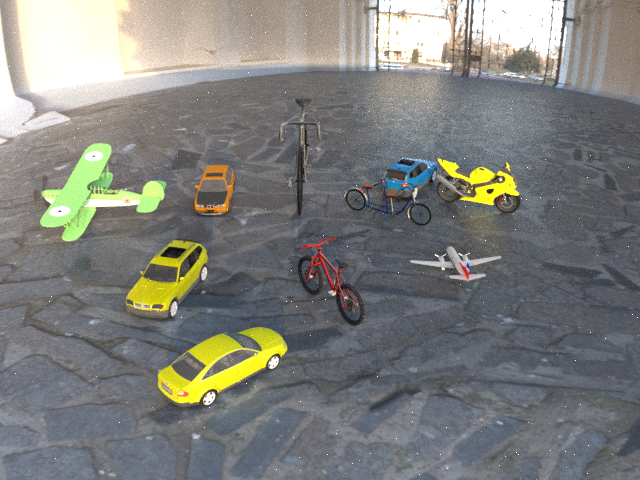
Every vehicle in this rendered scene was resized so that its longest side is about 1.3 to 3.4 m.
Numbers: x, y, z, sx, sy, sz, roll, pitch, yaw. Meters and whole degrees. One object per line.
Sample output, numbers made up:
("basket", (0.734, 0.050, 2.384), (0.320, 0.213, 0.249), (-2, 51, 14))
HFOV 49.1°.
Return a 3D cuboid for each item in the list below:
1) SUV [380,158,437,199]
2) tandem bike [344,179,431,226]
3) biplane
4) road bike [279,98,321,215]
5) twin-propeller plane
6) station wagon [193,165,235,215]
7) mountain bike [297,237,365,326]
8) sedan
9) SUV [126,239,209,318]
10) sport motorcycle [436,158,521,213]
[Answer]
("SUV", (1.671, -1.247, 13.046), (0.656, 0.580, 1.572), (14, 30, 26))
("tandem bike", (1.128, -0.689, 11.837), (1.642, 0.682, 0.283), (15, 30, 27))
("biplane", (-3.616, -0.696, 11.521), (2.120, 0.981, 2.598), (1, 27, 2))
("road bike", (-0.320, -1.644, 12.640), (0.696, 1.656, 3.004), (1, 27, 1))
("twin-propeller plane", (2.008, 0.298, 10.196), (1.370, 0.407, 1.095), (-3, 27, -5))
("station wagon", (-1.884, -0.942, 12.565), (0.682, 0.473, 1.597), (-1, 27, -1))
("mountain bike", (0.128, 0.521, 9.248), (0.573, 0.868, 1.469), (-18, 32, -31))
("sedan", (-1.083, 1.362, 8.017), (1.613, 0.483, 0.635), (-23, 35, -38))
("SUV", (-2.073, 0.497, 9.614), (0.656, 0.580, 1.572), (7, 28, 14))
("sport motorcycle", (2.755, -0.956, 12.207), (1.520, 0.821, 0.506), (13, 30, 25))
